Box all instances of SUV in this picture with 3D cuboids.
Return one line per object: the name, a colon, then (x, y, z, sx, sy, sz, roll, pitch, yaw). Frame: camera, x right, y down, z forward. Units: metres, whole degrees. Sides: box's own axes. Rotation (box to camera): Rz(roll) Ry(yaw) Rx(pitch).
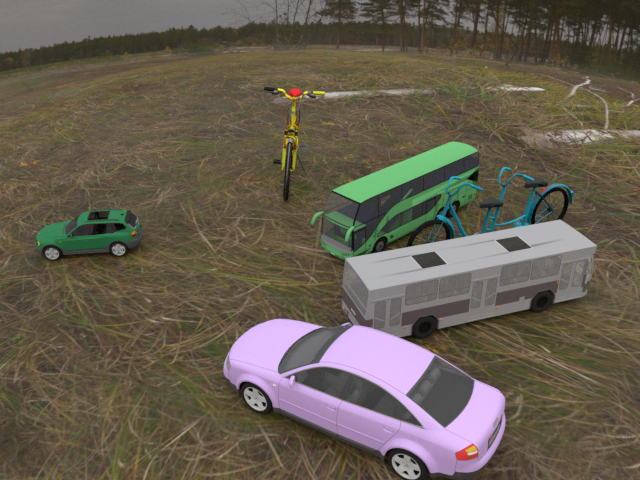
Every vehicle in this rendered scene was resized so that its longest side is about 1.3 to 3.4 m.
SUV: (-3.505, -0.118, 10.621, 1.572, 0.580, 0.656, -3, 29, -6)

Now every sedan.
sedan: (0.378, 1.474, 7.400, 3.137, 0.940, 1.235, 17, 33, 27)

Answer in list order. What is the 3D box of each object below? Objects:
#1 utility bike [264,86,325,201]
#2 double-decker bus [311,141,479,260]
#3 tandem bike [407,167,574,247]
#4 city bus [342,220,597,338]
utility bike: (-0.433, -1.966, 12.639, 1.039, 1.839, 2.791, 0, 29, 1)
double-decker bus: (1.306, -0.640, 11.071, 3.251, 1.052, 0.756, -25, 37, -37)
tandem bike: (2.631, -0.450, 10.451, 3.192, 1.326, 0.550, -15, 32, -24)
city bus: (1.947, 0.537, 9.125, 3.255, 0.894, 0.926, -10, 31, -17)
